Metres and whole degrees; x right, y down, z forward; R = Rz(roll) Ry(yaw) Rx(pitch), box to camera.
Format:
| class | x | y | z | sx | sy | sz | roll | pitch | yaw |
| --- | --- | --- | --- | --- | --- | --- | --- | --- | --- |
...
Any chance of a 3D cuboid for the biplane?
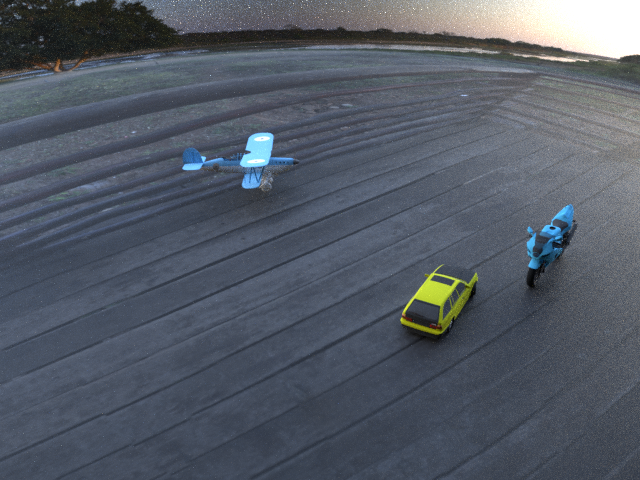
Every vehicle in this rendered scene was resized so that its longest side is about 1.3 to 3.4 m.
| class | x | y | z | sx | sy | sz | roll | pitch | yaw |
| --- | --- | --- | --- | --- | --- | --- | --- | --- | --- |
| biplane | -1.425 | -1.398 | 12.747 | 2.120 | 0.981 | 2.598 | -1 | 30 | -1 |

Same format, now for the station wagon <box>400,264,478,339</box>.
| class | x | y | z | sx | sy | sz | roll | pitch | yaw |
| --- | --- | --- | --- | --- | --- | --- | --- | --- | --- |
| station wagon | 1.661 | 0.724 | 9.512 | 0.682 | 0.473 | 1.597 | 15 | 33 | 25 |

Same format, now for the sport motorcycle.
| class | x | y | z | sx | sy | sz | roll | pitch | yaw |
| --- | --- | --- | --- | --- | --- | --- | --- | --- | --- |
| sport motorcycle | 3.385 | 0.078 | 10.301 | 0.506 | 0.821 | 1.520 | 19 | 35 | 30 |
